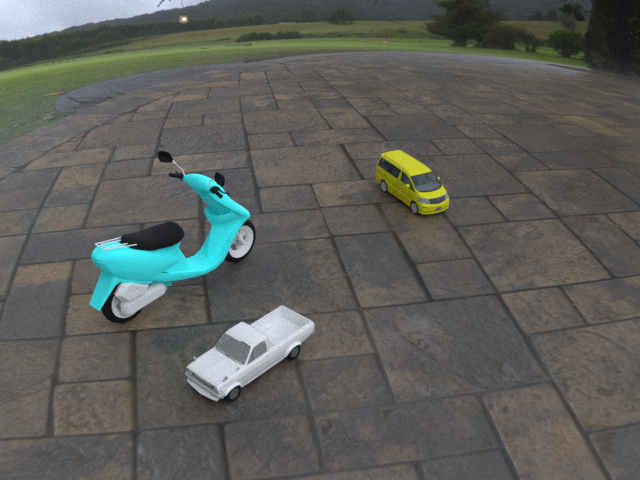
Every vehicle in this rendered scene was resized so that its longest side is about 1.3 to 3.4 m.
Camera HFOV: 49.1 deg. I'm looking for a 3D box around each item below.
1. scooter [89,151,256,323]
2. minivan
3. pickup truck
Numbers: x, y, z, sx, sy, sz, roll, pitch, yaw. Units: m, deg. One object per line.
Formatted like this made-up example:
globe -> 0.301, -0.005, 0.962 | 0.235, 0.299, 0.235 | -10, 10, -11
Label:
scooter -> -1.857, -0.099, 9.154 | 1.288, 1.786, 2.721 | 23, 37, 35
minivan -> 1.566, -0.985, 11.892 | 0.681, 0.616, 1.548 | -15, 33, -24
pickup truck -> -0.781, 1.239, 8.094 | 0.640, 0.511, 1.603 | 24, 37, 35
